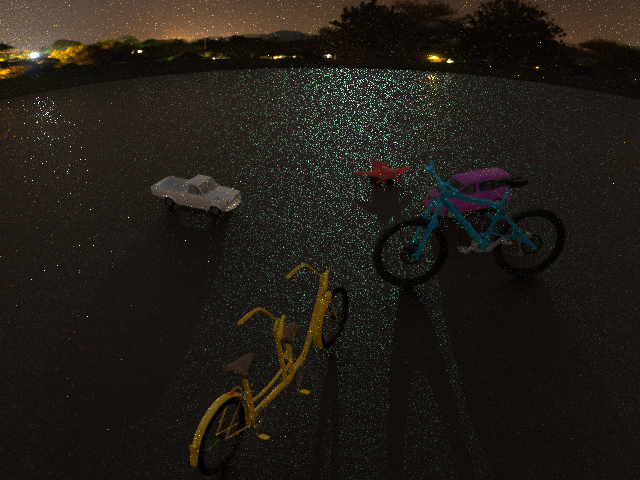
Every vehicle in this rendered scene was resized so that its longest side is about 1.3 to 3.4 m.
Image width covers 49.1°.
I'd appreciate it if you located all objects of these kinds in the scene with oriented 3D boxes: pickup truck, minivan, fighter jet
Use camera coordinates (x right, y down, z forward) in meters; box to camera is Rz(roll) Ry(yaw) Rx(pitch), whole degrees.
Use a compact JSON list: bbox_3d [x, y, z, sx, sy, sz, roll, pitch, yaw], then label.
[{"bbox_3d":[-2.212,-0.866,12.490,1.603,0.511,0.640,12,29,22],"label":"pickup truck"},{"bbox_3d":[2.613,-0.851,12.347,1.548,0.616,0.681,-11,29,-20],"label":"minivan"},{"bbox_3d":[1.206,-1.501,13.980,1.147,0.286,1.358,-6,28,-12],"label":"fighter jet"}]

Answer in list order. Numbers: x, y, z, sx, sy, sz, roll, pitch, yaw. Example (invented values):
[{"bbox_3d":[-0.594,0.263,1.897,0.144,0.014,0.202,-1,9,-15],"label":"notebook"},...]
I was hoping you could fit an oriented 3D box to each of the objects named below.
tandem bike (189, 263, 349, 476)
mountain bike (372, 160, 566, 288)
[{"bbox_3d":[-0.416,1.198,7.553,0.550,1.326,3.192,14,30,25],"label":"tandem bike"},{"bbox_3d":[2.141,-0.162,9.818,2.857,1.688,1.114,-5,27,-9],"label":"mountain bike"}]
